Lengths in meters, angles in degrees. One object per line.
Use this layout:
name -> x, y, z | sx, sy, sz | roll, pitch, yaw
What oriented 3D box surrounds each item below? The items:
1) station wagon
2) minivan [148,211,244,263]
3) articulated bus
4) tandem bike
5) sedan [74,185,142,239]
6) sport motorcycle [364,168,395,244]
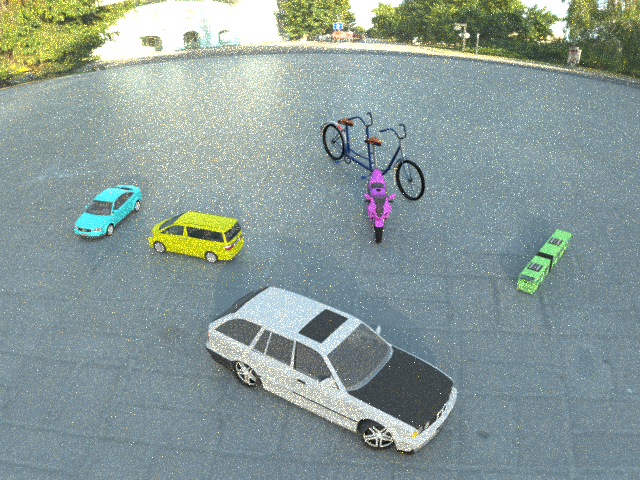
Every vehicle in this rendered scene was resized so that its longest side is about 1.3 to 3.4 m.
station wagon -> 0.098, 1.406, 8.378 | 3.105, 0.920, 1.327 | 19, 35, 29
minivan -> -2.032, -0.101, 11.319 | 1.548, 0.616, 0.681 | 10, 31, 17
articulated bus -> 3.519, 0.313, 10.926 | 0.311, 0.289, 1.749 | 19, 35, 30
tandem bike -> 0.956, -1.816, 13.603 | 0.550, 1.326, 3.192 | -20, 35, -30
sedan -> -3.699, -0.556, 12.248 | 0.635, 0.483, 1.613 | 8, 31, 14
sport motorcycle -> 0.986, -0.594, 11.975 | 0.506, 0.821, 1.520 | 1, 30, 2
